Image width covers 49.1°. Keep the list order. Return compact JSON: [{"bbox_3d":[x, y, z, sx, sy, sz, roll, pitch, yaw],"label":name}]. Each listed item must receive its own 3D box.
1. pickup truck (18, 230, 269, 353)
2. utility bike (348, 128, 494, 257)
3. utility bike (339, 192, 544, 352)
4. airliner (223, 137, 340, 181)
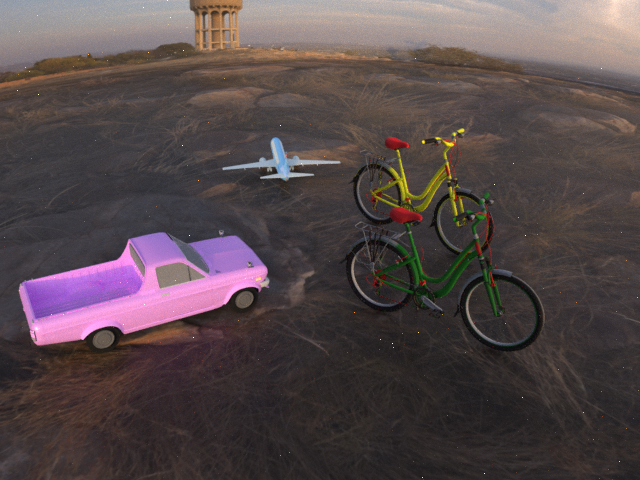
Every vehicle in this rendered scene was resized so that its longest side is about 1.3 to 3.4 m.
[{"bbox_3d":[-2.253,0.543,9.161,3.117,0.993,1.244,-14,31,-25],"label":"pickup truck"},{"bbox_3d":[1.591,-0.903,10.970,2.791,1.839,1.039,24,36,37],"label":"utility bike"},{"bbox_3d":[1.506,0.266,8.782,2.791,1.839,1.039,17,32,28],"label":"utility bike"},{"bbox_3d":[-0.770,-1.726,13.575,2.257,0.835,2.541,-4,28,-8],"label":"airliner"}]
